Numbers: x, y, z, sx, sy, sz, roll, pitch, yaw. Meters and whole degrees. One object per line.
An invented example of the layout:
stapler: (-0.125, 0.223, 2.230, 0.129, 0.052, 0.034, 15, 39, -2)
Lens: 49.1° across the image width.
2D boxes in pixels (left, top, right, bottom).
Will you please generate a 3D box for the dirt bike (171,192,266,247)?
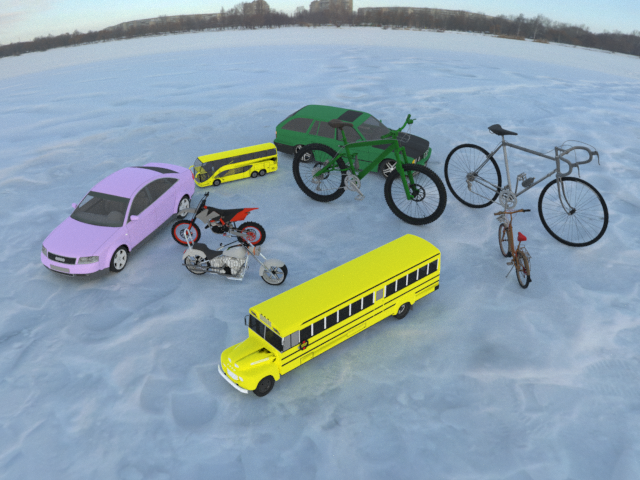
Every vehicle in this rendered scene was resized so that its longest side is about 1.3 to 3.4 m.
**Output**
dirt bike: (-1.591, -0.258, 10.874, 1.493, 0.857, 0.527, 1, 30, 2)

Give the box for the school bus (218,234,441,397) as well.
school bus: (0.196, 0.881, 8.941, 3.322, 0.844, 0.709, -23, 38, -34)

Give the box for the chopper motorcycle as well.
chopper motorcycle: (-1.243, 0.245, 10.109, 1.563, 0.761, 0.466, 6, 31, 10)

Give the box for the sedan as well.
sedan: (-3.149, -0.478, 11.169, 1.235, 0.940, 3.137, 11, 32, 18)

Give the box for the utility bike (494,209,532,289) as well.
utility bike: (2.810, 0.059, 10.244, 0.535, 0.946, 1.435, -2, 30, -4)

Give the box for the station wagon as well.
station wagon: (0.654, -2.011, 13.807, 3.105, 0.920, 1.327, 14, 33, 22)

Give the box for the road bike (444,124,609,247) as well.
road bike: (3.259, -0.974, 11.306, 3.004, 1.656, 0.697, 27, 40, 38)

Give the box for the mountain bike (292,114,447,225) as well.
mountain bike: (0.775, -1.213, 11.683, 2.857, 1.688, 1.114, 15, 34, 24)

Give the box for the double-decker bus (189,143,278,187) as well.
double-decker bus: (-1.601, -1.406, 13.148, 1.672, 0.541, 0.389, -15, 34, -24)
